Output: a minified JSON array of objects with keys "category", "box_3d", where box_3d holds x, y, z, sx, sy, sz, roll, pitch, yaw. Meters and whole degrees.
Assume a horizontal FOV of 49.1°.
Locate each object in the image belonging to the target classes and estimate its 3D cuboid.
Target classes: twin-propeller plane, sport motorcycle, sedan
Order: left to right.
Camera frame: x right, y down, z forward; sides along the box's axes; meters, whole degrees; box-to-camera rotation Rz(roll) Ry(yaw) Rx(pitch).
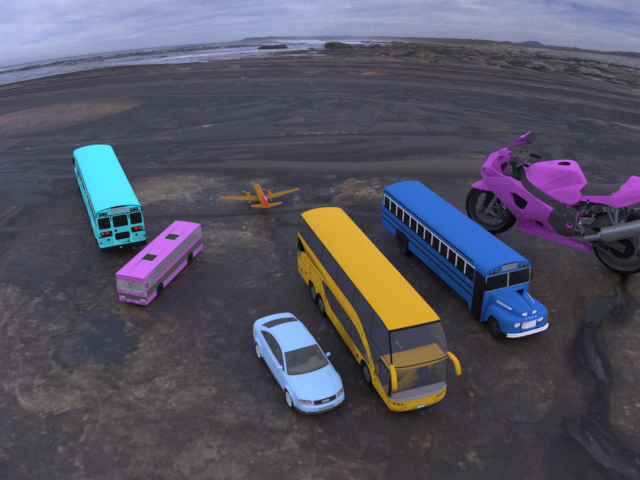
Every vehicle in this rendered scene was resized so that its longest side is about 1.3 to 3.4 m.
[{"category":"twin-propeller plane","box_3d":[-1.001,-0.787,11.872,1.370,0.407,1.095,-7,28,-13]},{"category":"sedan","box_3d":[-0.261,1.299,7.799,0.635,0.483,1.613,-12,30,-21]},{"category":"sport motorcycle","box_3d":[3.493,-0.535,10.106,2.955,1.596,0.983,20,33,33]}]

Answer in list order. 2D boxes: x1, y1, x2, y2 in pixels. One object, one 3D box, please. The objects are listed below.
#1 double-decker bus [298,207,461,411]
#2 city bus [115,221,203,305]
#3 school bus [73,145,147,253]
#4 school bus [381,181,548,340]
[{"category":"double-decker bus","box_3d":[0.525,0.710,8.312,0.756,1.052,3.251,-9,29,-17]},{"category":"city bus","box_3d":[-2.191,0.300,9.736,0.476,0.460,1.674,8,29,15]},{"category":"school bus","box_3d":[-3.510,-0.800,11.426,0.709,0.844,3.322,-11,30,-21]},{"category":"school bus","box_3d":[1.877,0.173,9.564,0.709,0.844,3.322,-11,29,-20]}]
